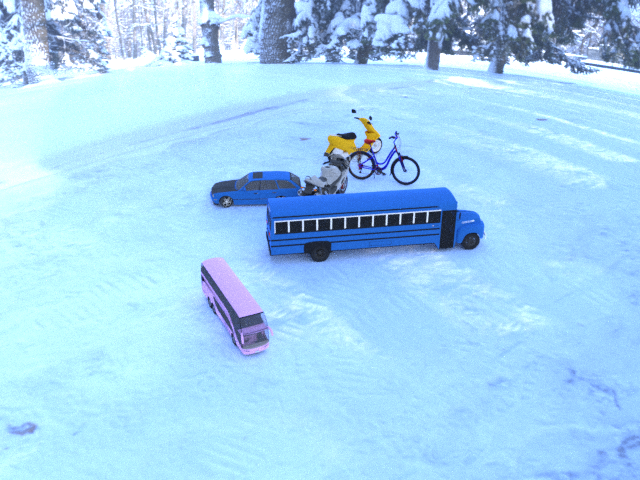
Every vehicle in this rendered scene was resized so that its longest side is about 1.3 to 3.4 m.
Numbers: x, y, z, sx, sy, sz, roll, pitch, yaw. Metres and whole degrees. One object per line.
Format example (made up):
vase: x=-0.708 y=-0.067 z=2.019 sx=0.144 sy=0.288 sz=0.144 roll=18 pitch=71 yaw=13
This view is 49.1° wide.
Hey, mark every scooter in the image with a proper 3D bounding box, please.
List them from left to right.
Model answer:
scooter: x=0.690 y=-2.052 z=13.883 sx=1.399 sy=0.919 sz=0.662 roll=-17 pitch=32 yaw=-30

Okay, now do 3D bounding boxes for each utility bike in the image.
utility bike: x=1.152 y=-1.528 z=12.833 sx=1.435 sy=0.946 sz=0.535 roll=9 pitch=28 yaw=17

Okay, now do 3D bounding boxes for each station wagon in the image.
station wagon: x=-1.107 y=-0.910 z=12.144 sx=1.597 sy=0.473 sz=0.682 roll=-2 pitch=27 yaw=-3

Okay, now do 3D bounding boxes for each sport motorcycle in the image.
sport motorcycle: x=0.116 y=-0.938 z=11.818 sx=0.506 sy=0.821 sz=1.520 roll=13 pitch=30 yaw=24

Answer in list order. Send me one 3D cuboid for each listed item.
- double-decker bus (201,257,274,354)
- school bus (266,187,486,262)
double-decker bus: x=-1.078 y=0.808 z=8.723 sx=0.389 sy=0.541 sz=1.672 roll=-13 pitch=30 yaw=-23
school bus: x=0.865 y=-0.265 z=10.482 sx=3.322 sy=0.844 sz=0.709 roll=-4 pitch=27 yaw=-8
